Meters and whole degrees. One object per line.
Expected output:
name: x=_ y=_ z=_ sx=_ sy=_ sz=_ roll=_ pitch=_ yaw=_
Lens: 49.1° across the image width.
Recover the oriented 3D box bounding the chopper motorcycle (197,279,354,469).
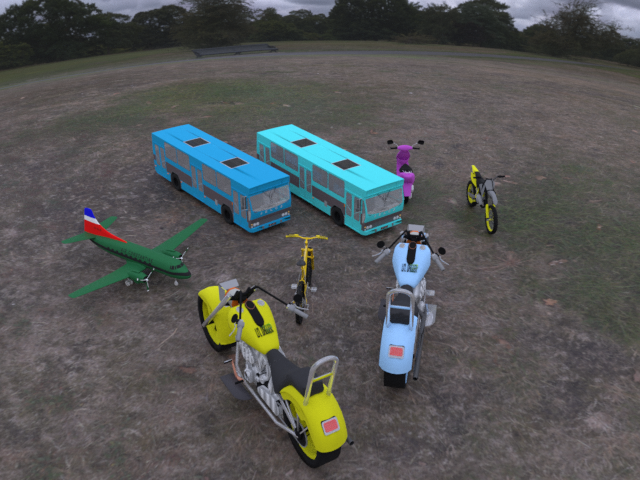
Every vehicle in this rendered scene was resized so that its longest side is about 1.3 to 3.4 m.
chopper motorcycle: x=-0.647 y=1.125 z=7.546 sx=0.906 sy=1.480 sz=3.040 roll=-16 pitch=33 yaw=-27

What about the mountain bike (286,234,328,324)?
mountain bike: x=-0.206 y=0.458 z=9.401 sx=0.573 sy=0.868 sz=1.469 roll=3 pitch=29 yaw=5

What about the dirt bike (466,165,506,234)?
dirt bike: x=2.703 y=-0.734 z=11.591 sx=0.527 sy=0.857 sz=1.493 roll=-3 pitch=29 yaw=-5

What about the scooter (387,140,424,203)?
scooter: x=1.525 y=-1.301 z=12.562 sx=0.662 sy=0.919 sz=1.399 roll=1 pitch=29 yaw=1

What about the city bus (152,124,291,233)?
city bus: x=-1.798 y=-1.114 z=12.247 sx=0.926 sy=0.894 sz=3.255 roll=-21 pitch=35 yaw=-34

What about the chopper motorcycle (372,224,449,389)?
chopper motorcycle: x=1.110 y=0.512 z=8.667 sx=0.906 sy=1.480 sz=3.040 roll=6 pitch=29 yaw=10

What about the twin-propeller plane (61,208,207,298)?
twin-propeller plane: x=-2.685 y=0.104 z=10.128 sx=2.129 sy=0.792 sz=2.663 roll=17 pitch=33 yaw=28

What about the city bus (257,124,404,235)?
city bus: x=0.077 y=-1.090 z=12.203 sx=0.926 sy=0.894 sz=3.255 roll=-19 pitch=34 yaw=-31
